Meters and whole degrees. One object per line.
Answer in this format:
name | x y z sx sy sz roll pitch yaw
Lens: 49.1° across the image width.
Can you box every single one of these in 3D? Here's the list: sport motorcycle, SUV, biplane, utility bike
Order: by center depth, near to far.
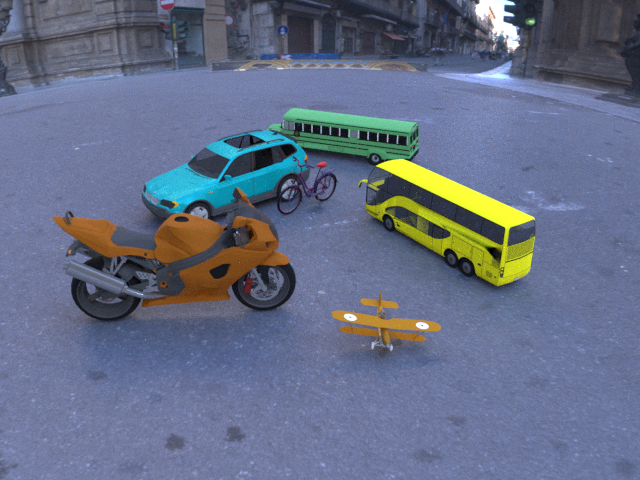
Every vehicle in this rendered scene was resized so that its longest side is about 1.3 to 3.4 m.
biplane | 0.802 1.033 8.695 1.336 0.504 1.090 -1 27 -1
sport motorcycle | -1.788 0.271 8.986 2.955 1.596 0.983 -3 27 -5
utility bike | -0.157 -0.986 12.160 1.435 0.946 0.535 -23 35 -37
SUV | -1.607 -1.149 12.277 3.058 1.128 1.276 -20 33 -34

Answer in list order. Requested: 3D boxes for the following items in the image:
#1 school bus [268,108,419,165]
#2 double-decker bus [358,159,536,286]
school bus | 0.379 -2.189 14.625 3.322 0.844 0.709 11 29 20
double-decker bus | 1.864 -0.381 10.859 0.756 1.052 3.251 -17 32 -30
